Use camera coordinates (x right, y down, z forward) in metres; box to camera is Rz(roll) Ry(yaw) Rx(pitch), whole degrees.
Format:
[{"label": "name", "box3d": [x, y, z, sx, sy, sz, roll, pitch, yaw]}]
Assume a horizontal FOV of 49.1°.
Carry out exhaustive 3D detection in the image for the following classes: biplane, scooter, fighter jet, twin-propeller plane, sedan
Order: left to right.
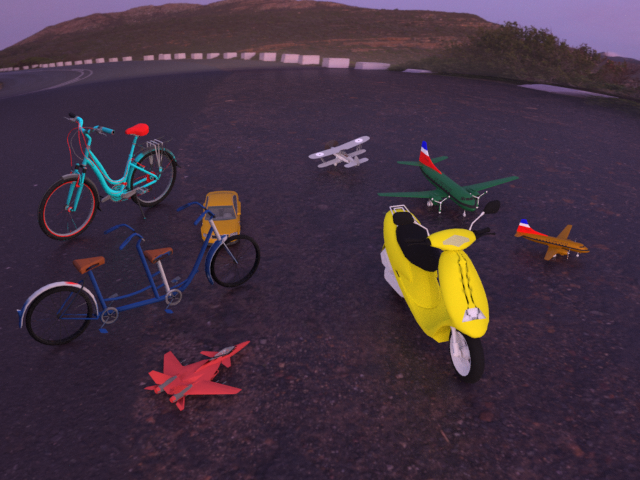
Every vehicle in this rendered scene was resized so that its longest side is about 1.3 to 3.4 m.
[{"label": "fighter jet", "box3d": [-1.254, 1.364, 7.834, 1.147, 0.286, 1.358, 19, 32, 33]}, {"label": "sedan", "box3d": [-1.578, -0.411, 11.190, 0.635, 0.483, 1.613, -3, 27, -5]}, {"label": "biplane", "box3d": [0.462, -1.618, 13.597, 1.336, 0.504, 1.090, -14, 30, -26]}, {"label": "scooter", "box3d": [1.316, 0.296, 8.300, 1.288, 1.786, 2.721, -7, 27, -14]}, {"label": "twin-propeller plane", "box3d": [2.175, -1.068, 12.166, 2.663, 0.792, 2.129, -8, 28, -16]}, {"label": "twin-propeller plane", "box3d": [3.491, -0.026, 10.499, 1.095, 0.407, 1.370, 15, 30, 28]}]

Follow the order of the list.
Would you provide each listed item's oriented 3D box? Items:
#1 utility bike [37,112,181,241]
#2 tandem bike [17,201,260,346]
[{"label": "utility bike", "box3d": [-3.216, -1.109, 11.071, 1.039, 1.839, 2.791, 19, 32, 33]}, {"label": "tandem bike", "box3d": [-2.131, 0.355, 8.700, 3.192, 1.326, 0.550, -17, 31, -31]}]
